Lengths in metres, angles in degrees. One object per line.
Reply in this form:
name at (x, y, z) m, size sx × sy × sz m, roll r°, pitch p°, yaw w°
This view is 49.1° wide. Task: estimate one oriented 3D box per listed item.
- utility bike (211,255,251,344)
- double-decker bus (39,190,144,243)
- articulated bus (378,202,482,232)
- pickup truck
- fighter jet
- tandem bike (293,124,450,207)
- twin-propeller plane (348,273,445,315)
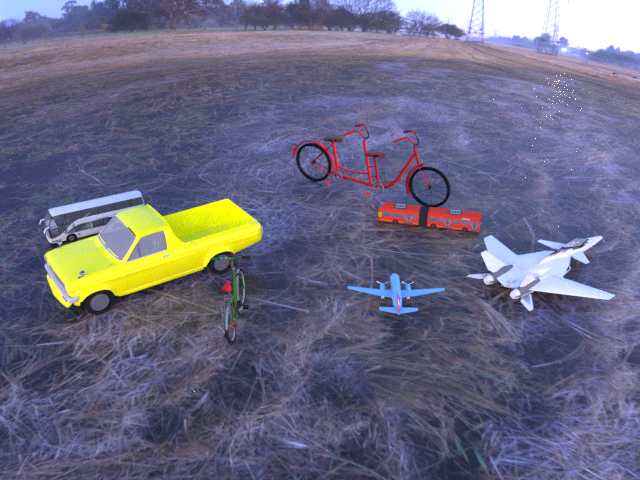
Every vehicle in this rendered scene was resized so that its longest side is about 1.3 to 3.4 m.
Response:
utility bike at (-1.184, 0.701, 9.263) m, size 0.535 × 0.946 × 1.435 m, roll 2°, pitch 29°, yaw 3°
double-decker bus at (-3.745, -0.379, 11.609) m, size 1.672 × 0.541 × 0.389 m, roll -16°, pitch 33°, yaw -26°
articulated bus at (1.865, -0.392, 11.890) m, size 1.749 × 0.289 × 0.311 m, roll 7°, pitch 30°, yaw 12°
pickup truck at (-2.426, 0.058, 10.364) m, size 3.117 × 0.993 × 1.244 m, roll -19°, pitch 34°, yaw -30°
fighter jet at (3.546, 0.195, 10.566) m, size 2.640 × 0.557 × 2.229 m, roll -21°, pitch 35°, yaw -33°
tandem bike at (0.873, -1.451, 12.719) m, size 3.192 × 1.326 × 0.550 m, roll 15°, pitch 33°, yaw 25°
twin-propeller plane at (1.072, 0.704, 9.809) m, size 1.370 × 0.407 × 1.095 m, roll 1°, pitch 29°, yaw 2°
